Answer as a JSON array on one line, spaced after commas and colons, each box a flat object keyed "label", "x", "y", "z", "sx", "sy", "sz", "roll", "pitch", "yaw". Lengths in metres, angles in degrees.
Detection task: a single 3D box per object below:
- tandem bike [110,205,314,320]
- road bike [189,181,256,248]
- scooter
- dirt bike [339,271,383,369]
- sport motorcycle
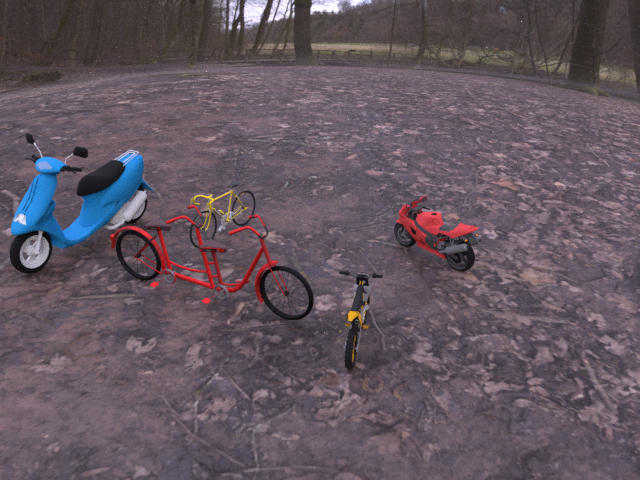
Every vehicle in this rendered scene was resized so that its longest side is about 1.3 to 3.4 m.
[{"label": "tandem bike", "x": -1.513, "y": 0.196, "z": 9.220, "sx": 3.192, "sy": 1.326, "sz": 0.550, "roll": 12, "pitch": 30, "yaw": 23}, {"label": "road bike", "x": -1.515, "y": -0.454, "z": 11.017, "sx": 0.358, "sy": 0.852, "sz": 1.545, "roll": 17, "pitch": 32, "yaw": 30}, {"label": "scooter", "x": -3.593, "y": -0.740, "z": 10.549, "sx": 1.288, "sy": 1.786, "sz": 2.721, "roll": 16, "pitch": 31, "yaw": 28}, {"label": "dirt bike", "x": 0.458, "y": 0.850, "z": 8.452, "sx": 0.527, "sy": 0.857, "sz": 1.493, "roll": 5, "pitch": 28, "yaw": 10}, {"label": "sport motorcycle", "x": 1.689, "y": -0.097, "z": 10.350, "sx": 0.506, "sy": 0.821, "sz": 1.520, "roll": -23, "pitch": 35, "yaw": -37}]
